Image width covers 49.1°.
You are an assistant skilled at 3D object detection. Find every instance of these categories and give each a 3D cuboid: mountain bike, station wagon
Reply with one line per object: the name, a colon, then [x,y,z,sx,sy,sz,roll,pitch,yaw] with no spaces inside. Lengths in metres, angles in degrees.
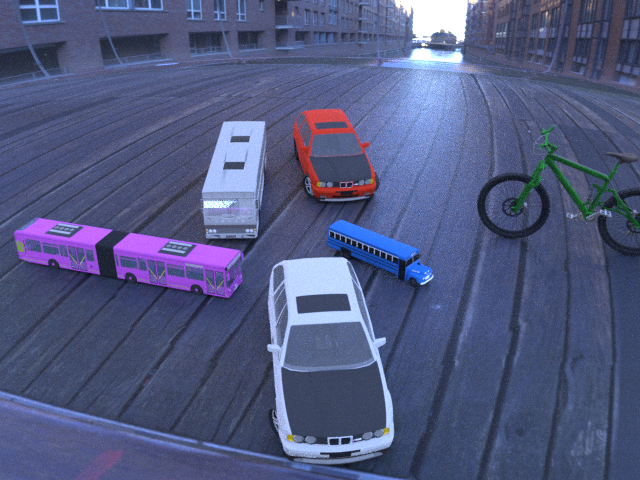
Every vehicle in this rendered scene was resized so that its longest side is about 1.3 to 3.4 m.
mountain bike: [3.801,-0.658,10.344,2.857,1.688,1.114,9,30,16]
station wagon: [0.039,1.123,7.855,1.327,0.920,3.105,-3,28,-5]
station wagon: [0.216,-1.689,13.059,1.327,0.920,3.105,-4,29,-8]

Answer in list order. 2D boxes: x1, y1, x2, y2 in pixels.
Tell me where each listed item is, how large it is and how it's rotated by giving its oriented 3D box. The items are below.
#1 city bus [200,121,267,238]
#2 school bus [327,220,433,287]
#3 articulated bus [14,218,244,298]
city bus: [-1.391,-1.083,11.966,0.926,0.894,3.255,-1,28,-1]
school bus: [0.863,0.180,10.113,1.708,0.434,0.365,23,36,35]
articulated bus: [-2.719,0.229,9.887,3.401,0.561,0.605,9,30,15]
